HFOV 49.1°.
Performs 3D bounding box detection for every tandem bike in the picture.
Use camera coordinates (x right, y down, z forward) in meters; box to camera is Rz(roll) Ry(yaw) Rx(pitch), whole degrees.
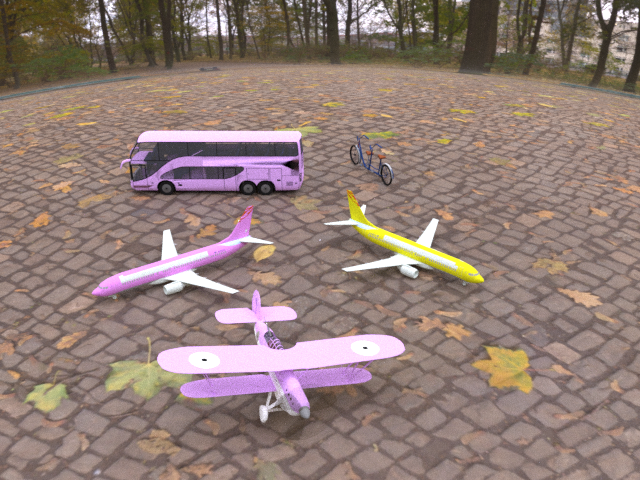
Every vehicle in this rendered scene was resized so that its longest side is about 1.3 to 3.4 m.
[{"bbox_3d":[0.975,-1.574,13.454,0.283,0.682,1.642,-13,30,-23],"label":"tandem bike"}]

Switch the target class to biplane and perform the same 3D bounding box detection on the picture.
[{"bbox_3d":[-0.431,1.261,7.564,2.598,0.981,2.120,-9,28,-17],"label":"biplane"}]

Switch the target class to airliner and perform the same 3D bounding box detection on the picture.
[{"bbox_3d":[-1.986,0.179,9.848,2.541,0.835,2.257,-17,32,-30],"label":"airliner"},{"bbox_3d":[1.313,-0.032,10.262,2.541,0.835,2.257,23,35,37],"label":"airliner"}]

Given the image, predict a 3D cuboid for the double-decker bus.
[{"bbox_3d":[-1.925,-1.422,12.749,3.251,1.052,0.756,0,27,0],"label":"double-decker bus"}]
